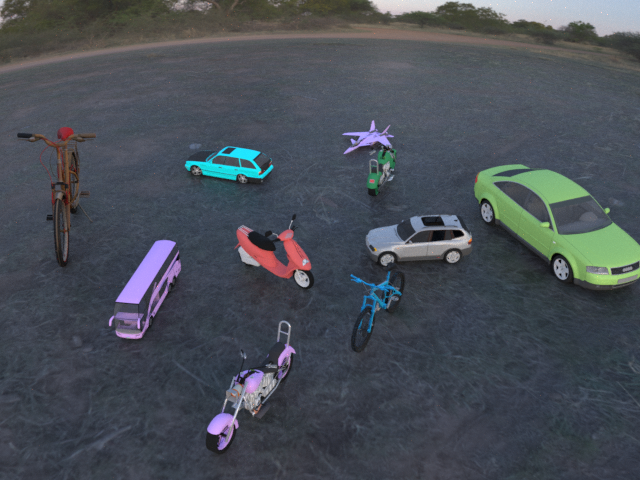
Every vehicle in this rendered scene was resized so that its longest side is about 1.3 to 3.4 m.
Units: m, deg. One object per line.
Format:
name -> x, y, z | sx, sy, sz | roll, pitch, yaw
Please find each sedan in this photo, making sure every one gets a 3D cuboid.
sedan -> 3.526, -0.368, 10.518 | 1.235, 0.940, 3.137 | -12, 33, -19

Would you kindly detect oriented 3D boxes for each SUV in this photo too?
SUV -> 1.453, -0.030, 10.302 | 1.572, 0.580, 0.656 | -2, 31, -4

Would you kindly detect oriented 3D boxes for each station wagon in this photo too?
station wagon -> -1.676, -1.420, 12.744 | 1.597, 0.473, 0.682 | 11, 32, 17

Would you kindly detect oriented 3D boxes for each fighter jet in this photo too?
fighter jet -> 0.870, -2.012, 13.923 | 1.147, 0.286, 1.358 | 21, 37, 31

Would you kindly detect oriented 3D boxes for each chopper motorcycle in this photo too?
chopper motorcycle -> 1.116, -1.343, 12.333 | 0.466, 0.761, 1.563 | 10, 32, 16
chopper motorcycle -> -0.723, 1.546, 7.474 | 0.466, 0.761, 1.563 | 15, 34, 24

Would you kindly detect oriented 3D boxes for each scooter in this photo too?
scooter -> -0.654, 0.113, 9.729 | 1.399, 0.919, 0.662 | 20, 36, 30

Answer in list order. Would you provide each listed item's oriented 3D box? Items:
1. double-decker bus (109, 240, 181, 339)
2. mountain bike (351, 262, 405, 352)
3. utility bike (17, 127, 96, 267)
double-decker bus -> -2.258, 0.640, 9.213 | 0.389, 0.541, 1.672 | 4, 31, 7
mountain bike -> 0.745, 0.749, 8.710 | 0.573, 0.868, 1.469 | 16, 34, 25
utility bike -> -3.769, -0.915, 10.558 | 1.039, 1.839, 2.791 | -6, 31, -10
